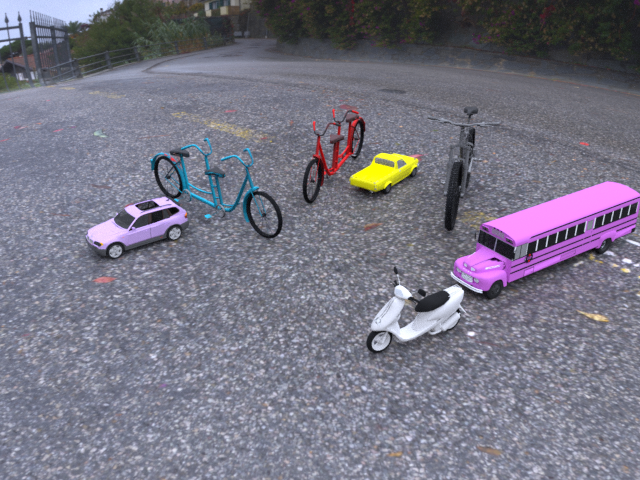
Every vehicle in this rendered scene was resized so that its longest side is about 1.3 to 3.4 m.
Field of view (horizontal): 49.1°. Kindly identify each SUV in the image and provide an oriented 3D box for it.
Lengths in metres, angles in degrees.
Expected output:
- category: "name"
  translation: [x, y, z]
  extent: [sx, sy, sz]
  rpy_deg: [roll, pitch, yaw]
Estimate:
- category: "SUV"
  translation: [-2.796, -0.233, 10.748]
  extent: [1.572, 0.580, 0.656]
  rpy_deg: [-19, 33, -32]

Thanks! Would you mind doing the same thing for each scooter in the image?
- category: "scooter"
  translation: [1.173, 0.817, 8.364]
  extent: [1.399, 0.919, 0.662]
  rpy_deg: [-13, 30, -23]

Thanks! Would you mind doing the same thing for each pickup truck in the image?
- category: "pickup truck"
  translation: [1.201, -1.279, 12.833]
  extent: [0.640, 0.511, 1.603]
  rpy_deg: [18, 33, 31]

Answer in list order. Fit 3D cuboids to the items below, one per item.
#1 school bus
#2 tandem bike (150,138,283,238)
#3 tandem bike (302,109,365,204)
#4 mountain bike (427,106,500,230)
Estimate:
- category: "school bus"
  translation: [3.305, -0.057, 10.124]
  extent: [3.322, 0.844, 0.709]
  rpy_deg: [-17, 32, -30]
- category: "tandem bike"
  translation: [-1.775, -0.992, 11.399]
  extent: [3.192, 1.326, 0.550]
  rpy_deg: [22, 35, 36]
- category: "tandem bike"
  translation: [0.318, -1.764, 12.883]
  extent: [0.550, 1.326, 3.192]
  rpy_deg: [10, 29, 19]
- category: "mountain bike"
  translation: [2.382, -1.354, 11.702]
  extent: [1.114, 1.688, 2.857]
  rpy_deg: [8, 29, 16]
